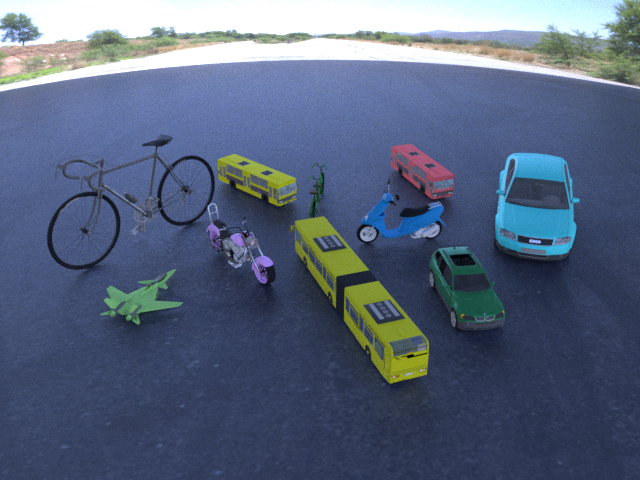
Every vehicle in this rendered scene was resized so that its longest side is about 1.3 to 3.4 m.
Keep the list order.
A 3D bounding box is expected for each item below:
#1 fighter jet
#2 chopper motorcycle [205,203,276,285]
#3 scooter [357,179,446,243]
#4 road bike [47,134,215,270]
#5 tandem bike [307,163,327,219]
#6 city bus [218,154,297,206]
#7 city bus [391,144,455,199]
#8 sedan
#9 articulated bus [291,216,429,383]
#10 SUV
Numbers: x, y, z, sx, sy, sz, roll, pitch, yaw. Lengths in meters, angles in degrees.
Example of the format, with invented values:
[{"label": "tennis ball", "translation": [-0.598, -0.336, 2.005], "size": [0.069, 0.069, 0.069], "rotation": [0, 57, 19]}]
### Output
[{"label": "fighter jet", "translation": [-2.311, 0.637, 9.413], "size": [1.147, 0.286, 1.358], "rotation": [10, 30, 19]}, {"label": "chopper motorcycle", "translation": [-1.154, 0.050, 10.012], "size": [0.466, 0.761, 1.563], "rotation": [-21, 35, -35]}, {"label": "scooter", "translation": [1.256, -0.395, 10.683], "size": [1.399, 0.919, 0.662], "rotation": [-4, 28, -7]}, {"label": "road bike", "translation": [-2.723, -0.673, 10.419], "size": [0.696, 1.656, 3.004], "rotation": [22, 35, 35]}, {"label": "tandem bike", "translation": [-0.048, -0.827, 11.749], "size": [0.283, 0.682, 1.642], "rotation": [4, 28, 7]}, {"label": "city bus", "translation": [-1.136, -1.059, 12.424], "size": [1.674, 0.460, 0.476], "rotation": [25, 37, 38]}, {"label": "city bus", "translation": [1.844, -1.252, 12.786], "size": [0.476, 0.460, 1.674], "rotation": [-10, 30, -18]}, {"label": "sedan", "translation": [3.469, -0.706, 11.246], "size": [1.235, 0.940, 3.137], "rotation": [7, 29, 14]}, {"label": "articulated bus", "translation": [0.412, 0.627, 9.139], "size": [0.605, 0.561, 3.401], "rotation": [-10, 29, -18]}, {"label": "SUV", "translation": [1.903, 0.589, 9.189], "size": [0.656, 0.580, 1.572], "rotation": [-4, 28, -7]}]
